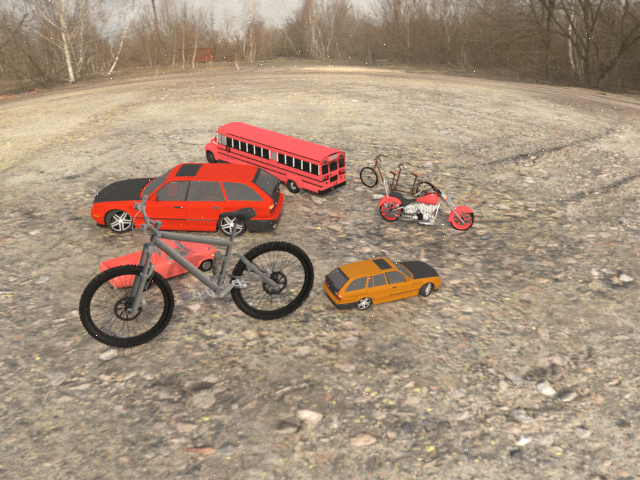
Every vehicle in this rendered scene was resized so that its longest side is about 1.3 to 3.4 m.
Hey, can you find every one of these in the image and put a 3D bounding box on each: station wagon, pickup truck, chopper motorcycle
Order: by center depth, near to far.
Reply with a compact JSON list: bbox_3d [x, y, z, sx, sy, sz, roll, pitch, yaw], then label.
[{"bbox_3d":[0.860,0.521,9.435,1.597,0.473,0.682,-10,28,-19],"label":"station wagon"},{"bbox_3d":[-2.263,0.270,9.904,1.603,0.511,0.640,-18,31,-32],"label":"pickup truck"},{"bbox_3d":[1.722,-0.579,11.352,1.563,0.761,0.466,7,27,13],"label":"chopper motorcycle"},{"bbox_3d":[-2.178,-0.731,11.481,3.105,0.920,1.327,2,26,4],"label":"station wagon"}]

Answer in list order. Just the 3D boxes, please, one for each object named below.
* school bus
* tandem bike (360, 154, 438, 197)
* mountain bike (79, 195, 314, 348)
[{"bbox_3d":[-0.974,-1.612,13.365,3.322,0.844,0.709,22,33,37],"label":"school bus"},{"bbox_3d":[1.394,-1.116,12.538,1.642,0.682,0.283,19,32,33],"label":"tandem bike"},{"bbox_3d":[-1.423,0.377,8.348,2.857,1.688,1.114,-9,28,-18],"label":"mountain bike"}]
